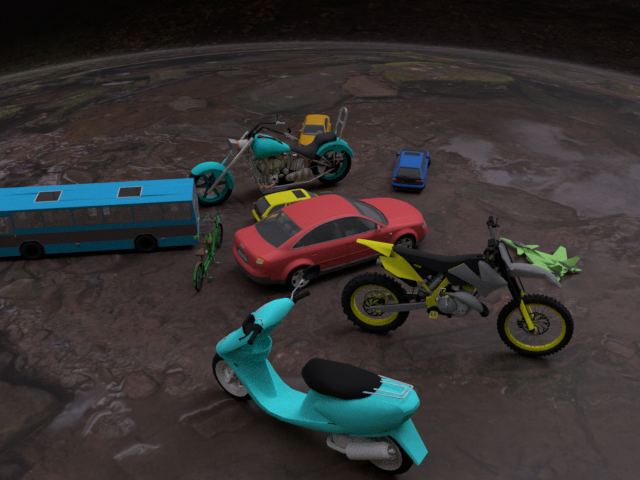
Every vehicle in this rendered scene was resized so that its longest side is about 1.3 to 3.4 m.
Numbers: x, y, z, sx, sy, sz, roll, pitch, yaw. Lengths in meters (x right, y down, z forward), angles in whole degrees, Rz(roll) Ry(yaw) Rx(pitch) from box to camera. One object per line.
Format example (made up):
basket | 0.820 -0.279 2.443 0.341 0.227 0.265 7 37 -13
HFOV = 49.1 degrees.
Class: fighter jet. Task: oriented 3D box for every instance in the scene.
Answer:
fighter jet | 3.297 0.177 10.762 1.147 0.286 1.358 -20 36 -30

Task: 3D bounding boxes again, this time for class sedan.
sedan | 0.219 -0.153 10.679 3.137 0.940 1.235 -16 34 -24
sedan | -0.104 -2.278 14.713 0.635 0.483 1.613 2 31 4

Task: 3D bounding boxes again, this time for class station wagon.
station wagon | -0.321 -0.580 11.857 1.597 0.473 0.682 -12 33 -19
station wagon | 1.743 -1.437 13.302 0.682 0.473 1.597 6 31 10

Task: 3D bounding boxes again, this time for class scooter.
scooter | -0.114 1.361 7.293 2.721 1.786 1.288 19 35 28

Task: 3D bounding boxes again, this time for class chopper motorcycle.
chopper motorcycle | -0.837 -1.480 12.388 3.040 1.480 0.906 -11 32 -17

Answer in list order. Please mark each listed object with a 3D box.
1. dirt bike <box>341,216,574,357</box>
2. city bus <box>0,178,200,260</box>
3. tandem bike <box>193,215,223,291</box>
dirt bike | 1.688 0.614 8.671 2.903 1.666 1.024 8 31 12
city bus | -3.567 -0.324 11.011 3.255 0.894 0.926 -4 31 -6
tandem bike | -1.672 0.120 10.470 0.283 0.682 1.642 3 31 6
